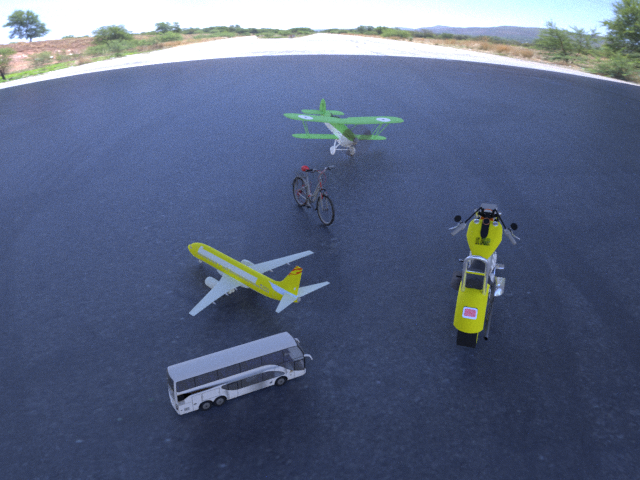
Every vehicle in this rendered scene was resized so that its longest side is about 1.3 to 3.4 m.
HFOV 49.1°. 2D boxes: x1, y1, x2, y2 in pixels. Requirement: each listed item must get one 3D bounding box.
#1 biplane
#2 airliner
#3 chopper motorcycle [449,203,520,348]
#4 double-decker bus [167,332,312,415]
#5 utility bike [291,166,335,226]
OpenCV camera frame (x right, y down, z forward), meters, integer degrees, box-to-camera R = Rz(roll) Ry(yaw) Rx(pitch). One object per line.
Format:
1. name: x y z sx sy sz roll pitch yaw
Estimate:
1. biplane: 0.400 -2.380 14.594 2.598 0.981 2.120 -11 31 -18
2. airliner: -1.113 0.317 9.938 2.541 0.835 2.257 25 38 37
3. chopper motorcycle: 2.199 0.193 9.501 0.906 1.480 3.040 8 30 15
4. double-decker bus: -0.920 1.516 8.103 1.672 0.541 0.389 -14 32 -23
5. utility bike: -0.090 -0.880 11.957 0.535 0.946 1.435 -16 33 -27
